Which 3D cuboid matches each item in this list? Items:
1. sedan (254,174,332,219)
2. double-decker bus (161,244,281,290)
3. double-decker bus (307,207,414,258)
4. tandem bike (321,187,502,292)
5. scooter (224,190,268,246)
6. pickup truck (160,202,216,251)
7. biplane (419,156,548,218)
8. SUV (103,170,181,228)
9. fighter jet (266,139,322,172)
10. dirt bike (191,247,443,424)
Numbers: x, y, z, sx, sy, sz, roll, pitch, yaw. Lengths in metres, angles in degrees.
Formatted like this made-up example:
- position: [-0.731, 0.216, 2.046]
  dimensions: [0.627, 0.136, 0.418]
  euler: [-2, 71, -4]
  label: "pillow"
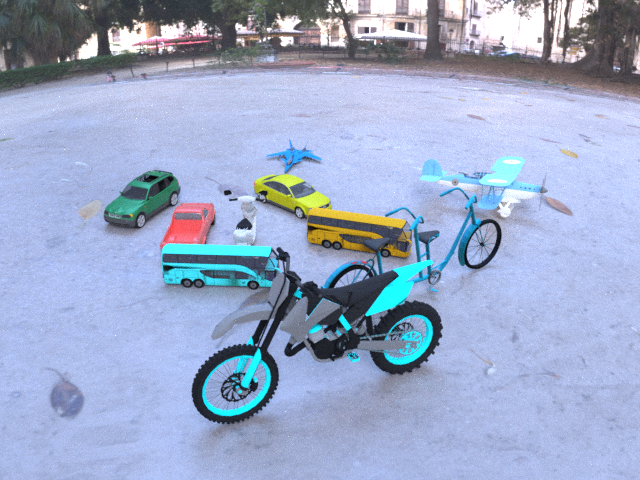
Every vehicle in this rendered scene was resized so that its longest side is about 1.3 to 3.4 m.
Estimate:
- position: [-0.479, -0.816, 12.126]
  dimensions: [1.613, 0.483, 0.635]
  euler: [24, 35, 39]
  label: "sedan"
- position: [-1.342, 0.360, 9.704]
  dimensions: [1.672, 0.541, 0.389]
  euler: [2, 27, 3]
  label: "double-decker bus"
- position: [0.620, -0.111, 10.647]
  dimensions: [1.672, 0.541, 0.389]
  euler: [9, 28, 17]
  label: "double-decker bus"
- position: [1.320, 0.127, 9.291]
  dimensions: [3.192, 1.326, 0.550]
  euler: [-17, 31, -30]
  label: "tandem bike"
- position: [-1.113, -0.259, 10.521]
  dimensions: [0.662, 0.919, 1.399]
  euler: [1, 27, 1]
  label: "scooter"
- position: [-2.041, -0.235, 10.929]
  dimensions: [0.640, 0.511, 1.603]
  euler: [1, 27, 1]
  label: "pickup truck"
- position: [2.768, -0.965, 11.869]
  dimensions: [2.120, 0.981, 2.598]
  euler: [10, 28, 20]
  label: "biplane"
- position: [-2.991, -0.721, 11.827]
  dimensions: [0.656, 0.580, 1.572]
  euler: [11, 28, 20]
  label: "SUV"
- position: [-0.552, -1.688, 14.097]
  dimensions: [1.147, 0.286, 1.358]
  euler: [5, 27, 9]
  label: "fighter jet"
- position: [0.064, 0.948, 7.262]
  dimensions: [2.903, 1.666, 1.024]
  euler: [-12, 29, -22]
  label: "dirt bike"
